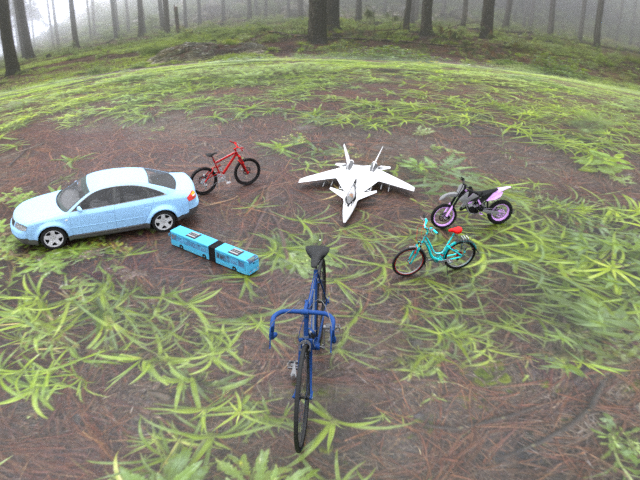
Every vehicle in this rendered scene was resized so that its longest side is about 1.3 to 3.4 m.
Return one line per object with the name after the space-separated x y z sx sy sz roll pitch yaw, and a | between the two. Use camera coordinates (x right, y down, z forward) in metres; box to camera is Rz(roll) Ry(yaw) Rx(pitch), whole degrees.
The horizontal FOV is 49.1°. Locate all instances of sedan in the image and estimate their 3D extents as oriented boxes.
-3.687 -0.660 12.055 3.137 0.940 1.235 -10 31 -17 | sedan

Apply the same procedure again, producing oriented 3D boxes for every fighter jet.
0.656 -1.081 13.207 2.229 0.557 2.640 5 29 9 | fighter jet

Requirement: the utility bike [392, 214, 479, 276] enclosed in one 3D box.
1.802 0.125 10.633 1.435 0.946 0.535 -7 30 -13 | utility bike

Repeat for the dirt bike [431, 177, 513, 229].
2.639 -0.615 12.058 1.493 0.857 0.527 -5 29 -9 | dirt bike

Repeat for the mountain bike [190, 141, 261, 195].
-1.813 -1.361 13.391 1.469 0.868 0.573 -15 33 -26 | mountain bike

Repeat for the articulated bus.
-1.723 0.155 11.256 1.749 0.289 0.311 20 34 31 | articulated bus

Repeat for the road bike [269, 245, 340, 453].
-0.092 1.040 8.251 0.696 1.656 3.004 3 29 5 | road bike
